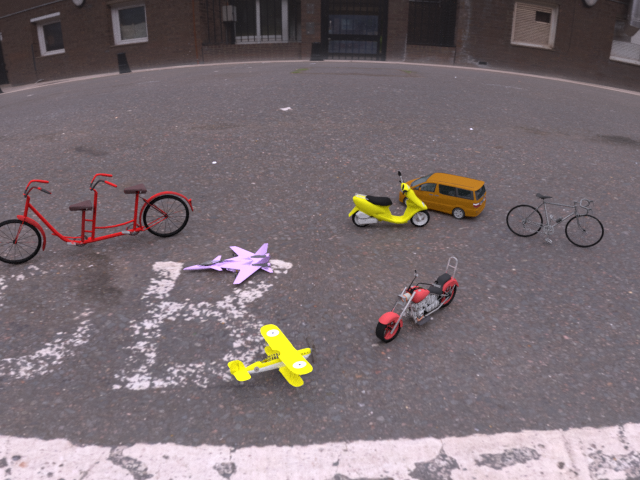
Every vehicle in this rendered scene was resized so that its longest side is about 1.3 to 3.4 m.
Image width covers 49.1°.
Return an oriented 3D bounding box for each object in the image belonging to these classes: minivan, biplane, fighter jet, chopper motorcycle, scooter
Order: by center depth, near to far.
[{"bbox_3d":[-0.573,1.468,8.503,1.090,0.504,1.336,-12,31,-21],"label":"biplane"},{"bbox_3d":[1.340,0.795,9.466,1.563,0.761,0.466,-23,36,-36],"label":"chopper motorcycle"},{"bbox_3d":[-1.433,0.323,10.824,1.358,0.286,1.147,-4,29,-8],"label":"fighter jet"},{"bbox_3d":[1.194,-0.633,11.915,1.399,0.919,0.662,0,29,0],"label":"scooter"},{"bbox_3d":[2.200,-0.859,12.644,1.548,0.616,0.681,15,32,26],"label":"minivan"}]

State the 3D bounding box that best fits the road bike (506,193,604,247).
[{"bbox_3d":[3.849,-0.344,11.455,1.545,0.852,0.358,11,31,19],"label":"road bike"}]

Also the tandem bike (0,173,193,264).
[{"bbox_3d":[-3.602,-0.426,11.111,3.192,1.326,0.550,-11,31,-20],"label":"tandem bike"}]
